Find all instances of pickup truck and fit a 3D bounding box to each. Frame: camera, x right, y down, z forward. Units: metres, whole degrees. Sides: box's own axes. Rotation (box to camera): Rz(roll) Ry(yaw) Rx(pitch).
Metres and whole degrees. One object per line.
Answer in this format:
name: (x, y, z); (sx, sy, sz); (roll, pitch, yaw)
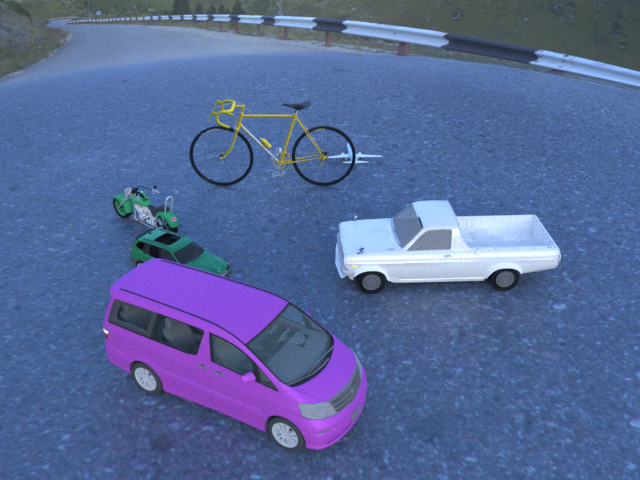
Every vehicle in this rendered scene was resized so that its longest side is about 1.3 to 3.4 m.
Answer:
pickup truck: (1.778, 0.023, 10.041); (3.117, 0.993, 1.244); (-1, 29, -2)

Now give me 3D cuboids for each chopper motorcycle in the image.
chopper motorcycle: (-2.848, -0.550, 11.321); (1.563, 0.761, 0.466); (22, 36, 34)

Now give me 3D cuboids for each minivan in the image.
minivan: (-0.950, 1.177, 7.735); (3.011, 1.197, 1.324); (15, 32, 25)

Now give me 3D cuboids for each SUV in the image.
SUV: (-2.012, 0.272, 10.017); (1.572, 0.580, 0.656); (17, 33, 28)

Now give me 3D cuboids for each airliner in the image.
airliner: (0.642, -1.795, 13.927); (1.161, 0.429, 1.307); (-2, 29, -3)

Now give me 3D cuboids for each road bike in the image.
road bike: (-0.855, -1.725, 12.528); (3.004, 1.656, 0.697); (0, 29, 0)
